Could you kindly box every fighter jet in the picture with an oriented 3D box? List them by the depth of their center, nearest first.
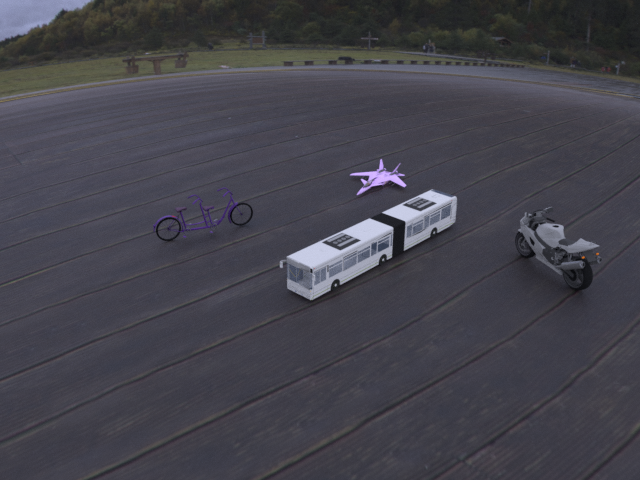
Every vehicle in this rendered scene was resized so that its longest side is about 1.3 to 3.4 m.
[{"bbox_3d":[1.014,-1.136,12.914,1.147,0.286,1.358,15,30,28],"label":"fighter jet"}]

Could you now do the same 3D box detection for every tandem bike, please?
[{"bbox_3d":[-1.824,-0.414,11.012,1.642,0.682,0.283,-13,29,-24],"label":"tandem bike"}]

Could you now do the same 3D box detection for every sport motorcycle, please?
[{"bbox_3d":[3.285,0.095,9.827,0.506,0.821,1.520,-12,29,-22],"label":"sport motorcycle"}]

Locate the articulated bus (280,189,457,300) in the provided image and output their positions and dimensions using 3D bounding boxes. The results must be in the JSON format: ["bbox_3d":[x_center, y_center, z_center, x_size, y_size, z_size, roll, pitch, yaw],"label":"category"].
[{"bbox_3d":[0.856,-0.012,10.336,0.605,0.561,3.401,23,35,38],"label":"articulated bus"}]
